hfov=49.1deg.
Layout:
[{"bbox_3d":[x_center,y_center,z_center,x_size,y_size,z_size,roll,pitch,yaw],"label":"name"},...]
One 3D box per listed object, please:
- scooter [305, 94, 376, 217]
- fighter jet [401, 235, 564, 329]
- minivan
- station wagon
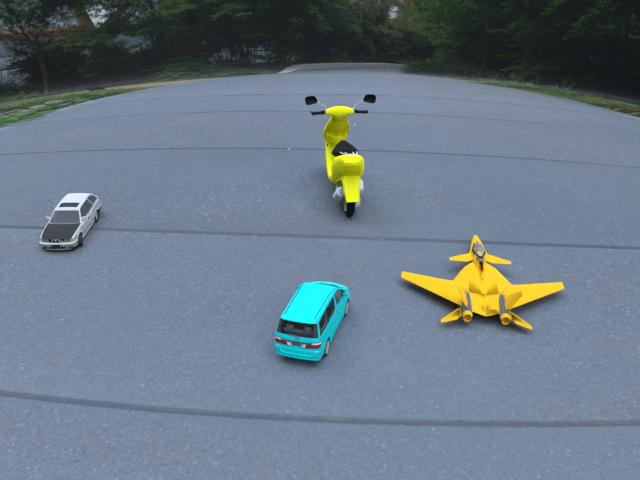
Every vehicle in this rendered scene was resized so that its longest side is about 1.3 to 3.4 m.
[{"bbox_3d":[0.402,-1.647,12.617,1.288,1.786,2.721,-3,26,-5],"label":"scooter"},{"bbox_3d":[2.295,0.349,9.957,2.229,0.557,2.640,4,26,7],"label":"fighter jet"},{"bbox_3d":[-0.060,0.893,8.786,0.681,0.616,1.548,7,27,15],"label":"minivan"},{"bbox_3d":[-4.084,-0.349,11.467,0.682,0.473,1.597,0,26,-1],"label":"station wagon"}]
